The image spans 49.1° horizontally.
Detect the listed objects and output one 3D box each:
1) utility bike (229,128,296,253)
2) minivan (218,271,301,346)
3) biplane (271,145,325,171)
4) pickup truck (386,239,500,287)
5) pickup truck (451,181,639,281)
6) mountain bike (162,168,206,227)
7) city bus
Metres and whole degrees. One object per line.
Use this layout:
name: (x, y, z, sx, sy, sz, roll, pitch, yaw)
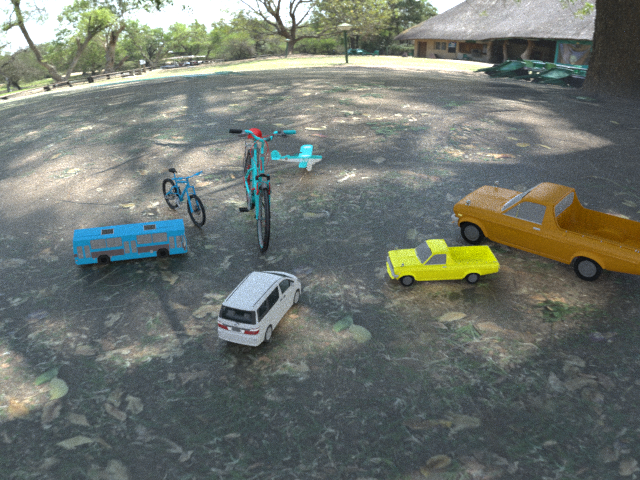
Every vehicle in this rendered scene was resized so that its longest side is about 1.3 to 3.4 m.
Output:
utility bike: (-0.954, -1.074, 11.502, 1.039, 1.839, 2.791, -5, 27, -10)
minivan: (-0.763, 0.778, 9.212, 0.681, 0.616, 1.548, 10, 29, 18)
biplane: (-0.443, -1.661, 14.126, 1.090, 0.504, 1.336, 1, 27, 1)
pickup truck: (1.792, 0.294, 10.278, 1.603, 0.511, 0.640, -2, 27, -4)
pickup truck: (3.636, -0.268, 10.852, 3.117, 0.993, 1.244, 20, 33, 34)
mountain bike: (-2.365, -0.792, 12.019, 0.573, 0.868, 1.469, -20, 33, -33)
city bus: (-2.922, 0.042, 10.830, 1.674, 0.460, 0.476, -6, 28, -12)
